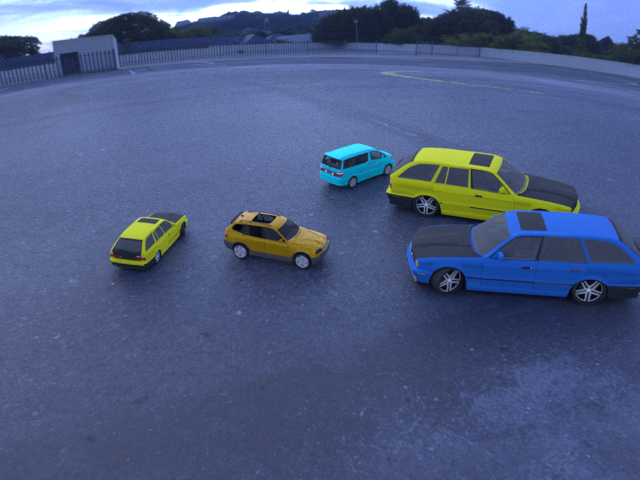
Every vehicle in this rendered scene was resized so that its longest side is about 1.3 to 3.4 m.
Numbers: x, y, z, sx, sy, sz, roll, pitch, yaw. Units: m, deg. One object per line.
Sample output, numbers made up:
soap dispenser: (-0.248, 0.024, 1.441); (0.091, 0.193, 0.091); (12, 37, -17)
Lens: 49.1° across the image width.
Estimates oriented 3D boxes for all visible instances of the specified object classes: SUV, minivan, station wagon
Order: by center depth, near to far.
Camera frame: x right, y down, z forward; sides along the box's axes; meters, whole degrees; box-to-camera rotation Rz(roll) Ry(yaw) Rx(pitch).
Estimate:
station wagon: (2.766, 0.138, 9.607); (3.105, 0.920, 1.327); (4, 27, 7)
SUV: (-0.644, -0.043, 10.336); (1.572, 0.580, 0.656); (9, 28, 16)
station wagon: (-2.547, -0.095, 10.556); (0.682, 0.473, 1.597); (6, 28, 12)
station wagon: (2.718, -0.906, 11.655); (3.105, 0.920, 1.327); (10, 29, 18)
minivan: (0.725, -1.452, 13.061); (1.548, 0.616, 0.681); (-23, 35, -37)
